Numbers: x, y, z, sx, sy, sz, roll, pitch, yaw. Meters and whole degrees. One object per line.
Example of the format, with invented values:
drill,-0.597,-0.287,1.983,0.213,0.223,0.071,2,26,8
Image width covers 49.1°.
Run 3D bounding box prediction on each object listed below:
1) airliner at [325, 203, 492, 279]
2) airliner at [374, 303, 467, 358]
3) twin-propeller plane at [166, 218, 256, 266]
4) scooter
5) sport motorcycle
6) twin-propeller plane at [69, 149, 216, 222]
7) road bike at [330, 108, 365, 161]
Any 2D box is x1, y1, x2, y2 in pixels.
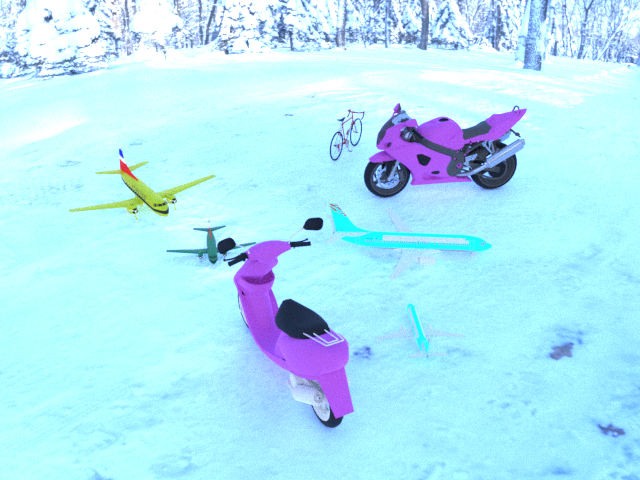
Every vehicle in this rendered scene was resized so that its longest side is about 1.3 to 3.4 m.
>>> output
airliner,1.364,-0.147,10.657,2.541,0.835,2.257,2,28,3
airliner,1.244,1.064,8.818,1.161,0.429,1.307,-2,28,-3
twin-propeller plane,-1.672,0.034,10.772,1.370,0.407,1.095,-5,29,-10
scooter,-0.388,0.789,7.893,1.288,1.786,2.721,-14,31,-25
sport motorcycle,2.233,-1.589,12.550,2.955,1.596,0.983,-5,29,-10
twin-propeller plane,-3.113,-0.952,12.210,2.663,0.792,2.129,-18,33,-30
road bike,0.554,-2.216,14.515,0.358,0.852,1.545,14,31,24
